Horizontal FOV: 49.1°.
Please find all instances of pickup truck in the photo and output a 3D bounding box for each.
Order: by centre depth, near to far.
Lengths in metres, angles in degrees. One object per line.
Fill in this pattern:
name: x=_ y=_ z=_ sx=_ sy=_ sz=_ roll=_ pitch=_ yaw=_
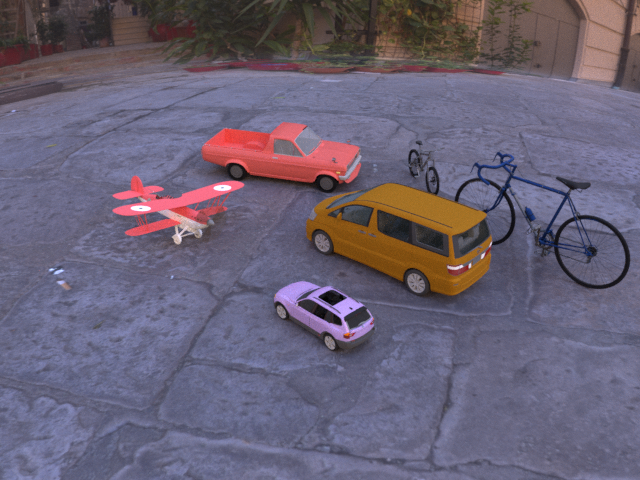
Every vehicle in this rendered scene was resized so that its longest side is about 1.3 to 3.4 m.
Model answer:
pickup truck: x=-0.759 y=-1.764 z=13.932 sx=3.117 sy=0.993 sz=1.244 roll=9 pitch=30 yaw=16

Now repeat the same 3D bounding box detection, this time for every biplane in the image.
biplane: x=-2.485 y=-0.563 z=11.790 sx=2.120 sy=0.981 sz=2.598 roll=22 pitch=36 yaw=34

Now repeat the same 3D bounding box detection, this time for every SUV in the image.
SUV: x=0.037 y=0.933 z=9.516 sx=0.656 sy=0.580 sz=1.572 roll=-25 pitch=38 yaw=-37

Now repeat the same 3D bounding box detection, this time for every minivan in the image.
minivan: x=1.135 y=-0.182 z=10.884 sx=3.011 sy=1.197 sz=1.324 roll=23 pitch=37 yaw=35

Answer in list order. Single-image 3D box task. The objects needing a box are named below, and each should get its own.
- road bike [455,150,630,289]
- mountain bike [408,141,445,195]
road bike: x=3.321 y=-0.354 z=10.720 sx=0.696 sy=1.656 sz=3.004 roll=-26 pitch=38 yaw=-38
mountain bike: x=1.998 y=-1.452 z=13.502 sx=0.573 sy=0.868 sz=1.469 roll=-7 pitch=30 yaw=-13
